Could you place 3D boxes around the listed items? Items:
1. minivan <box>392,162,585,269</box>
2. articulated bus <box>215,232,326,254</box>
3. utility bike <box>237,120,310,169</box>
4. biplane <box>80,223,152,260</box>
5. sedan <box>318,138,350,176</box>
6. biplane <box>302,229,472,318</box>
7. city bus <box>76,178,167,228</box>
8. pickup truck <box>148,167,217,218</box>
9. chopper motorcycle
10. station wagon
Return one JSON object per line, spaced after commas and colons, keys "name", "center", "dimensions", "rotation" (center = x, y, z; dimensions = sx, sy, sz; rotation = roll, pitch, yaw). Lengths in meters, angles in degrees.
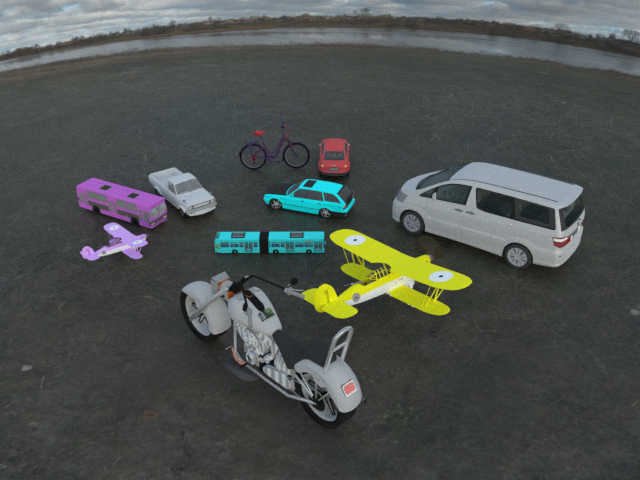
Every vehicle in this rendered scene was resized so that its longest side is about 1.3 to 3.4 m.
{"name": "minivan", "center": [2.628, -0.552, 11.224], "dimensions": [3.011, 1.197, 1.324], "rotation": [20, 36, 30]}
{"name": "articulated bus", "center": [-0.782, 0.039, 11.112], "dimensions": [1.749, 0.289, 0.311], "rotation": [0, 30, 0]}
{"name": "utility bike", "center": [-0.917, -1.855, 13.710], "dimensions": [1.435, 0.946, 0.535], "rotation": [-2, 30, -3]}
{"name": "biplane", "center": [-3.144, 0.091, 10.809], "dimensions": [1.090, 0.504, 1.336], "rotation": [-22, 37, -32]}
{"name": "sedan", "center": [0.287, -1.733, 13.961], "dimensions": [0.635, 0.483, 1.613], "rotation": [1, 30, 1]}
{"name": "biplane", "center": [0.760, 0.563, 9.524], "dimensions": [2.120, 0.981, 2.598], "rotation": [-21, 36, -31]}
{"name": "city bus", "center": [-3.427, -0.628, 12.087], "dimensions": [1.674, 0.460, 0.476], "rotation": [16, 34, 25]}
{"name": "pickup truck", "center": [-2.483, -0.918, 12.534], "dimensions": [0.640, 0.511, 1.603], "rotation": [-21, 36, -31]}
{"name": "chopper motorcycle", "center": [-0.701, 1.035, 8.218], "dimensions": [0.906, 1.480, 3.040], "rotation": [-26, 39, -37]}
{"name": "station wagon", "center": [-0.206, -0.793, 12.356], "dimensions": [1.597, 0.473, 0.682], "rotation": [10, 32, 17]}
